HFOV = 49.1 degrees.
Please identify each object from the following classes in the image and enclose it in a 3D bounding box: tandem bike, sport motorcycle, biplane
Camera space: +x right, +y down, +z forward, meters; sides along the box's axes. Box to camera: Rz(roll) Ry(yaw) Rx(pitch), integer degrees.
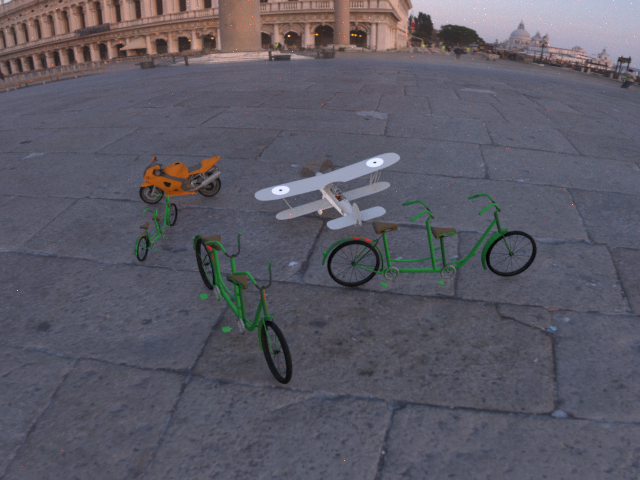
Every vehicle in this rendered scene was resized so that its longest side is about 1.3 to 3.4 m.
[{"bbox_3d":[1.613,0.035,10.066,3.192,1.326,0.550,-3,29,-6],"label":"tandem bike"},{"bbox_3d":[-2.529,-1.107,12.708,1.520,0.821,0.506,-9,30,-16],"label":"sport motorcycle"},{"bbox_3d":[-1.087,0.581,9.058,0.550,1.326,3.192,-14,32,-25],"label":"tandem bike"},{"bbox_3d":[-2.638,-0.261,11.291,0.283,0.682,1.642,6,29,10],"label":"tandem bike"},{"bbox_3d":[0.254,-0.702,11.792,2.598,0.981,2.120,-10,30,-17],"label":"biplane"}]
